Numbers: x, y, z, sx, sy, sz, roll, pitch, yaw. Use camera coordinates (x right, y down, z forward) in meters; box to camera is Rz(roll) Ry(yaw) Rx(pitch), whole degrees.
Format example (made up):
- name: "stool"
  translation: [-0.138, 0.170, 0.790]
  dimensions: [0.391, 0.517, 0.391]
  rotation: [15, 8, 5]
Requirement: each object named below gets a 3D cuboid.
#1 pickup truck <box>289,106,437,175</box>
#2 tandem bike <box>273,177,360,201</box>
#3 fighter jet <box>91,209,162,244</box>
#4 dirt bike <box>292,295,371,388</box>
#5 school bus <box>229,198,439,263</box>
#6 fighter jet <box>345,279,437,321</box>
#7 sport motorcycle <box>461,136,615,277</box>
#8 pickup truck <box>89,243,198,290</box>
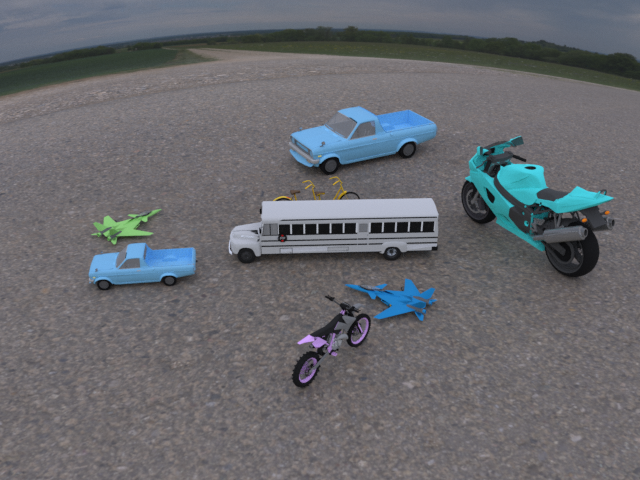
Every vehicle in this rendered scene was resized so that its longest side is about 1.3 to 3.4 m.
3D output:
- name: "pickup truck"
  translation: [0.922, -2.239, 14.758]
  dimensions: [3.117, 0.993, 1.244]
  rotation: [-14, 32, -24]
- name: "tandem bike"
  translation: [-0.082, -0.745, 12.400]
  dimensions: [1.642, 0.682, 0.283]
  rotation: [-6, 30, -10]
- name: "fighter jet"
  translation: [-3.247, -0.360, 12.116]
  dimensions: [1.147, 0.286, 1.358]
  rotation: [19, 34, 30]
- name: "dirt bike"
  translation: [0.168, 1.204, 8.726]
  dimensions: [0.527, 0.857, 1.493]
  rotation: [23, 36, 35]
- name: "school bus"
  translation: [0.197, -0.176, 11.214]
  dimensions: [3.322, 0.844, 0.709]
  rotation: [-1, 29, -2]
- name: "fighter jet"
  translation: [0.965, 0.750, 10.125]
  dimensions: [1.358, 0.286, 1.147]
  rotation: [15, 32, 25]
- name: "sport motorcycle"
  translation: [3.316, -0.586, 11.176]
  dimensions: [0.983, 1.596, 2.955]
  rotation: [-16, 33, -27]
- name: "pickup truck"
  translation: [-2.678, 0.353, 10.607]
  dimensions: [1.603, 0.511, 0.640]
  rotation: [-4, 29, -6]
